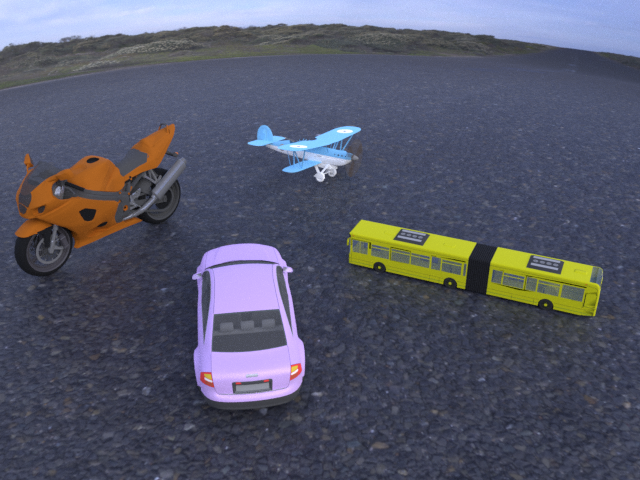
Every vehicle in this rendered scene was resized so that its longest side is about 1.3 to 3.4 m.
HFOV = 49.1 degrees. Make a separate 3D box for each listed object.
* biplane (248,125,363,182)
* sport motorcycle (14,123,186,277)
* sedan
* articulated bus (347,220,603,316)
[{"bbox_3d":[-0.235,-1.652,12.757,2.120,0.981,2.598,15,32,25],"label":"biplane"},{"bbox_3d":[-3.177,-0.637,10.235,0.983,1.596,2.955,20,34,32],"label":"sport motorcycle"},{"bbox_3d":[-0.890,0.766,8.335,1.235,0.940,3.137,-4,29,-7],"label":"sedan"},{"bbox_3d":[2.005,0.344,9.512,3.401,0.561,0.605,12,31,21],"label":"articulated bus"}]
